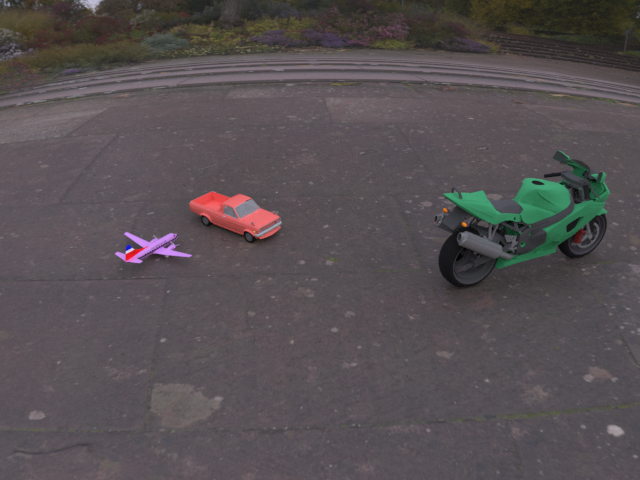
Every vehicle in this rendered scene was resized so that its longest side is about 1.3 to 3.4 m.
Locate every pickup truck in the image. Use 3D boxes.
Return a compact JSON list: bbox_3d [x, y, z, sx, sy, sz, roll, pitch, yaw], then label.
[{"bbox_3d":[-1.398,-0.454,11.442,1.603,0.511,0.640,20,34,32],"label":"pickup truck"}]

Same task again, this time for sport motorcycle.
[{"bbox_3d":[2.957,-0.257,9.931,2.955,1.596,0.983,-12,30,-21],"label":"sport motorcycle"}]

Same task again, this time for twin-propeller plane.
[{"bbox_3d":[-2.532,0.076,10.567,1.370,0.407,1.095,17,33,28],"label":"twin-propeller plane"}]
